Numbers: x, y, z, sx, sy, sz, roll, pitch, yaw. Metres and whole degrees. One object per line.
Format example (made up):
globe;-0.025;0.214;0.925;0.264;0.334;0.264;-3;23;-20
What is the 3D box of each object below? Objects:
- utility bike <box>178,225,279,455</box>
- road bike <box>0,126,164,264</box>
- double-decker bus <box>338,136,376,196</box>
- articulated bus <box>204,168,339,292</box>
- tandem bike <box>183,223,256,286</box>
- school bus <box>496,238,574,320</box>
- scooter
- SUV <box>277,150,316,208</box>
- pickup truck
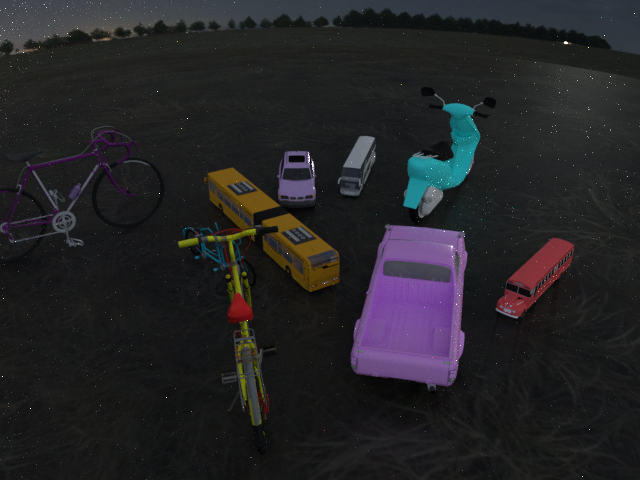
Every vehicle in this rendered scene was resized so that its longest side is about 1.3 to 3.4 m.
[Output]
utility bike;-0.878;0.863;7.311;1.039;1.839;2.791;-5;30;-9
road bike;-3.700;-0.674;10.223;3.004;1.656;0.696;-19;35;-30
double-decker bus;0.691;-1.321;12.507;0.389;0.541;1.672;7;30;12
articulated bus;-0.809;-0.257;10.598;0.605;0.561;3.401;-17;33;-27
tandem bike;-1.436;0.108;9.829;0.283;0.682;1.642;-26;39;-38
school bus;2.892;0.504;9.379;0.365;0.434;1.708;22;36;33
scooter;2.076;-1.479;11.519;1.288;1.786;2.721;17;33;27
SUV;-0.398;-1.064;12.011;0.656;0.580;1.572;-1;29;-1
pickup truck;1.176;0.614;8.614;1.244;0.993;3.117;6;30;10
